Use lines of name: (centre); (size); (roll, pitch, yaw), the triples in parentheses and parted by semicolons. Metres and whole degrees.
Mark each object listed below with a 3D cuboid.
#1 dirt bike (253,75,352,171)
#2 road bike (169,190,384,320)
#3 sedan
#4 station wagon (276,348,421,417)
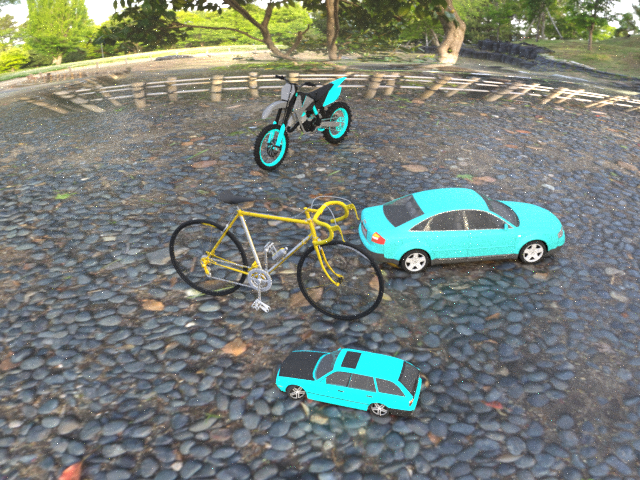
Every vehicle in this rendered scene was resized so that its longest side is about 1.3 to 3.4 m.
dirt bike: (-0.275, -2.452, 13.938); (1.024, 1.666, 2.903); (22, 35, 35)
road bike: (-0.627, 0.166, 9.019); (3.004, 1.656, 0.696); (9, 29, 16)
sedan: (2.155, -0.245, 10.557); (3.137, 0.940, 1.235); (-4, 28, -7)
station wagon: (0.307, 1.504, 7.760); (1.597, 0.473, 0.682); (8, 29, 14)
